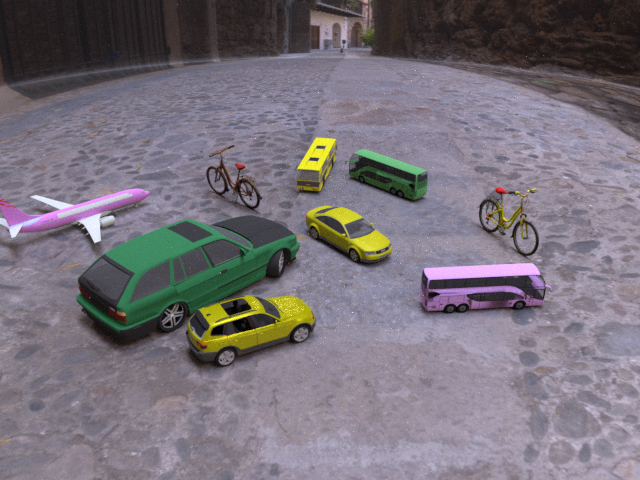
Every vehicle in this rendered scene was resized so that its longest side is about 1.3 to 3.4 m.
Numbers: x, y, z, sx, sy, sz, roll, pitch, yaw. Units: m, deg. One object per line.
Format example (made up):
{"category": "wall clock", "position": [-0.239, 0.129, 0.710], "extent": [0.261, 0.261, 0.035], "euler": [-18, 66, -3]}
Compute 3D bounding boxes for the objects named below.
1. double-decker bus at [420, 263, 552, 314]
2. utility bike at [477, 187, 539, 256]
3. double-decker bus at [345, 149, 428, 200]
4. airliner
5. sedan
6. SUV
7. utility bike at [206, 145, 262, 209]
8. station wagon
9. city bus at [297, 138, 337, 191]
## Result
{"category": "double-decker bus", "position": [2.157, 0.620, 9.152], "extent": [1.672, 0.541, 0.389], "euler": [-3, 28, -5]}
{"category": "utility bike", "position": [2.904, -0.408, 10.654], "extent": [0.535, 0.946, 1.435], "euler": [-13, 30, -22]}
{"category": "double-decker bus", "position": [1.183, -1.195, 12.567], "extent": [0.389, 0.541, 1.672], "euler": [-25, 37, -38]}
{"category": "airliner", "position": [-3.850, -0.612, 11.157], "extent": [2.541, 0.835, 2.257], "euler": [-24, 36, -37]}
{"category": "sedan", "position": [0.426, -0.151, 10.664], "extent": [0.635, 0.483, 1.613], "euler": [-21, 34, -34]}
{"category": "SUV", "position": [-0.821, 0.984, 8.424], "extent": [1.572, 0.580, 0.656], "euler": [-14, 31, -25]}
{"category": "utility bike", "position": [-1.525, -1.060, 11.882], "extent": [1.435, 0.946, 0.535], "euler": [24, 36, 37]}
{"category": "station wagon", "position": [-1.659, 0.257, 9.431], "extent": [1.327, 0.920, 3.105], "euler": [24, 36, 38]}
{"category": "city bus", "position": [-0.045, -1.406, 13.051], "extent": [0.476, 0.460, 1.674], "euler": [5, 28, 10]}
